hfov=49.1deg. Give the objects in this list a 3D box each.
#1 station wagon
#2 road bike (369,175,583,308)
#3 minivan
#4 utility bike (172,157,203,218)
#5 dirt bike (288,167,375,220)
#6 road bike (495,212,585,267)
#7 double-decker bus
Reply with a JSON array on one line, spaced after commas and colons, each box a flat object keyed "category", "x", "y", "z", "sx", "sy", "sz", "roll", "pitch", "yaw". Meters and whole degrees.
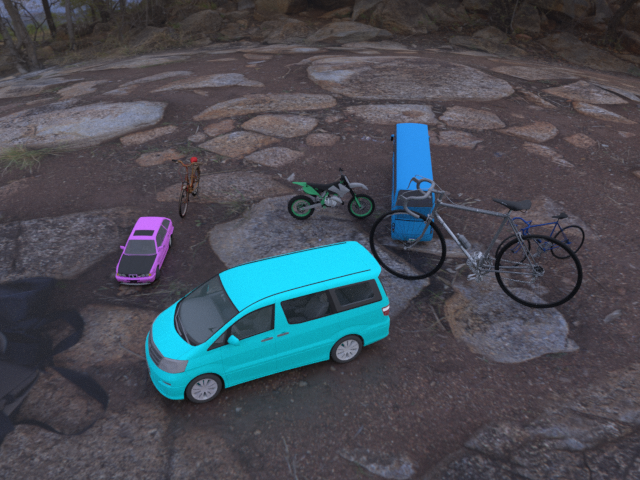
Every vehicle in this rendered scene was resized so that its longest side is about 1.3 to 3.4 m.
[{"category": "station wagon", "x": -2.696, "y": 0.109, "z": 10.791, "sx": 0.682, "sy": 0.473, "sz": 1.597, "roll": 0, "pitch": 30, "yaw": 1}, {"category": "road bike", "x": 2.115, "y": 0.045, "z": 9.729, "sx": 3.004, "sy": 1.656, "sz": 0.697, "roll": 12, "pitch": 32, "yaw": 20}, {"category": "minivan", "x": -0.652, "y": 0.940, "z": 8.654, "sx": 3.011, "sy": 1.197, "sz": 1.324, "roll": -12, "pitch": 32, "yaw": -20}, {"category": "utility bike", "x": -2.246, "y": -1.043, "z": 12.290, "sx": 0.535, "sy": 0.946, "sz": 1.435, "roll": 2, "pitch": 30, "yaw": 4}, {"category": "dirt bike", "x": 0.193, "y": -0.735, "z": 11.853, "sx": 1.493, "sy": 0.857, "sz": 0.527, "roll": -1, "pitch": 30, "yaw": -1}, {"category": "road bike", "x": 3.365, "y": -0.007, "z": 10.613, "sx": 1.545, "sy": 0.852, "sz": 0.358, "roll": -9, "pitch": 31, "yaw": -15}, {"category": "double-decker bus", "x": 1.611, "y": -1.127, "z": 12.330, "sx": 0.756, "sy": 1.052, "sz": 3.251, "roll": 3, "pitch": 30, "yaw": 5}]
